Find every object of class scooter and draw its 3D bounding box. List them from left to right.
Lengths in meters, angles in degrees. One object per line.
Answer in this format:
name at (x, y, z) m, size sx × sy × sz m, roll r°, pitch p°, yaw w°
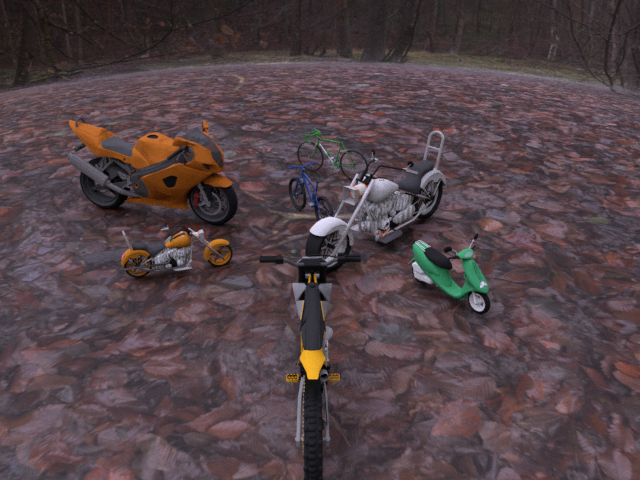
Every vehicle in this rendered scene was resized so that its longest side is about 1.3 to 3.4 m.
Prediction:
scooter at (1.718, 0.353, 9.289) m, size 0.662 × 0.919 × 1.399 m, roll -21°, pitch 34°, yaw -35°

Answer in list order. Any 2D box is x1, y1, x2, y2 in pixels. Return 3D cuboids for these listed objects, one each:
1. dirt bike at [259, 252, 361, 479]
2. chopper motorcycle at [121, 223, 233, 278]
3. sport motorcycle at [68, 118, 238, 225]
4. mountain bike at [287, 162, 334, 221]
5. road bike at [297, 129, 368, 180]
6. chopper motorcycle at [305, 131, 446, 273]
dirt bike at (-0.091, 1.039, 7.139) m, size 1.024 × 1.666 × 2.903 m, roll 0°, pitch 27°, yaw -1°
chopper motorcycle at (-2.026, 0.114, 9.925) m, size 1.563 × 0.761 × 0.466 m, roll -9°, pitch 29°, yaw -17°
sport motorcycle at (-2.725, -1.131, 11.430) m, size 2.955 × 1.596 × 0.983 m, roll 9°, pitch 29°, yaw 17°
mountain bike at (-0.156, -0.746, 11.479) m, size 0.573 × 0.868 × 1.469 m, roll -15°, pitch 31°, yaw -26°
road bike at (0.222, -1.607, 13.169) m, size 1.545 × 0.852 × 0.358 m, roll 15°, pitch 31°, yaw 27°
chopper motorcycle at (0.923, -0.626, 10.579) m, size 0.906 × 1.480 × 3.040 m, roll 24°, pitch 36°, yaw 38°
